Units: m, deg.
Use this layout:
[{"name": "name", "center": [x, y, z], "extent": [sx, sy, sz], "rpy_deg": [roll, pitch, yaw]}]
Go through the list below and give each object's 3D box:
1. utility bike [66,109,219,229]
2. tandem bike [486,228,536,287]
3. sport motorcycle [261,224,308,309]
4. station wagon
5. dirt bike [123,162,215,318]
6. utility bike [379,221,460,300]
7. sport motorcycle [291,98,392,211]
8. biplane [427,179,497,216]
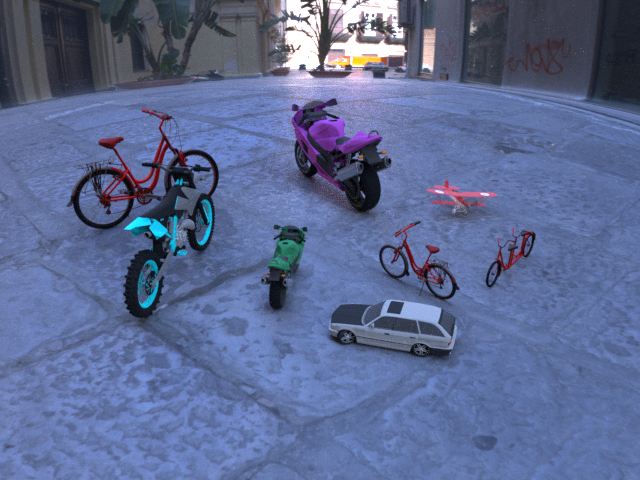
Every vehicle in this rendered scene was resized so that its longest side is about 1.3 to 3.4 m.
[{"name": "utility bike", "center": [-3.058, -1.282, 12.042], "extent": [2.791, 1.839, 1.039], "rpy_deg": [-17, 31, -32]}, {"name": "tandem bike", "center": [2.867, 0.154, 10.394], "extent": [0.283, 0.682, 1.642], "rpy_deg": [19, 32, 34]}, {"name": "sport motorcycle", "center": [-0.487, 0.331, 9.865], "extent": [0.506, 0.821, 1.520], "rpy_deg": [4, 26, 9]}, {"name": "station wagon", "center": [0.903, 1.039, 8.796], "extent": [1.597, 0.473, 0.682], "rpy_deg": [7, 27, 15]}, {"name": "dirt bike", "center": [-2.105, -0.190, 9.972], "extent": [1.024, 1.666, 2.903], "rpy_deg": [6, 26, 12]}, {"name": "utility bike", "center": [1.343, 0.288, 9.812], "extent": [0.535, 0.946, 1.435], "rpy_deg": [-23, 34, -39]}, {"name": "sport motorcycle", "center": [0.267, -1.639, 13.062], "extent": [0.983, 1.596, 2.955], "rpy_deg": [-14, 29, -26]}, {"name": "biplane", "center": [2.462, -0.773, 12.522], "extent": [1.336, 0.504, 1.090], "rpy_deg": [-6, 26, -13]}]
